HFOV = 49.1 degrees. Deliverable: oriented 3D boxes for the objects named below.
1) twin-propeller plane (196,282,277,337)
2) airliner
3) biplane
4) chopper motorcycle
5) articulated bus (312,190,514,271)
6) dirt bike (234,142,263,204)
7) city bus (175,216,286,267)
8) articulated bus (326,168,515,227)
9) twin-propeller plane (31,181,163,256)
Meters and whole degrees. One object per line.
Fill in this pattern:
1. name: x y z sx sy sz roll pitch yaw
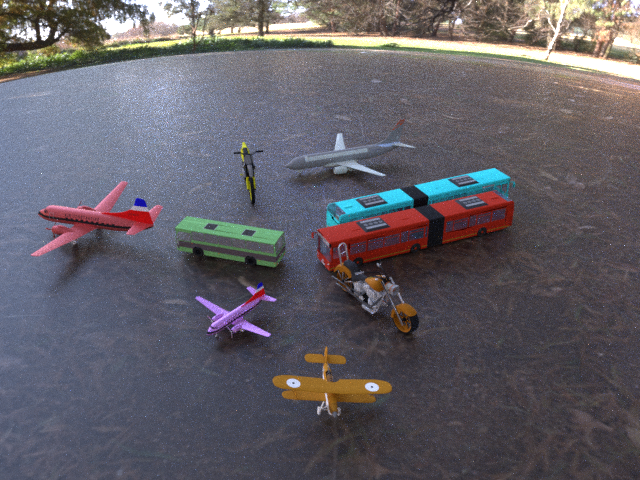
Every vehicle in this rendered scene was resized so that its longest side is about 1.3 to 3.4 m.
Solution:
1. twin-propeller plane: -1.106 0.940 9.324 1.370 0.407 1.095 22 37 33
2. airliner: 0.531 -1.830 13.699 2.541 0.835 2.257 -10 32 -17
3. biplane: 0.130 1.648 7.998 1.336 0.504 1.090 -3 30 -5
4. chopper motorcycle: 0.743 0.646 9.479 0.466 0.761 1.563 -22 37 -33
5. articulated bus: 1.546 -0.181 11.113 3.401 0.561 0.605 -13 32 -21
6. dirt bike: -1.299 -1.281 12.724 0.527 0.857 1.493 -6 30 -10
7. city bus: -1.389 0.039 10.833 1.674 0.460 0.476 9 31 15
8. articulated bus: 1.738 -0.617 11.870 3.401 0.561 0.605 -13 33 -22
9. twin-propeller plane: -3.658 -0.426 11.307 2.129 0.792 2.663 8 31 14
